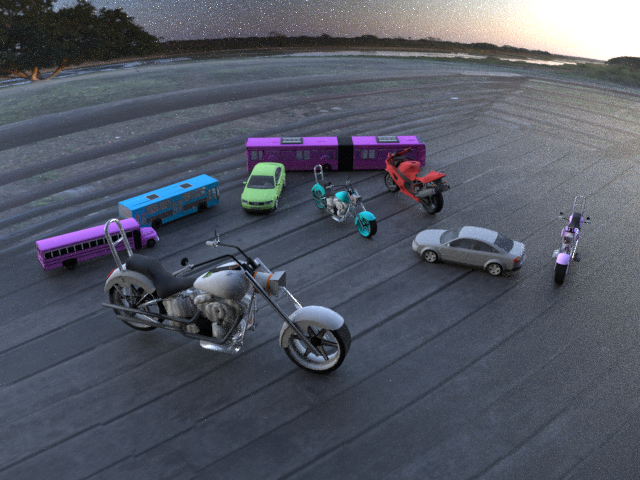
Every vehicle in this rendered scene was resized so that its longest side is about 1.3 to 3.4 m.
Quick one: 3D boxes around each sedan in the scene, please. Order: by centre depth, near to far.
[{"bbox_3d":[2.138,0.080,10.097,1.613,0.483,0.635,11,30,20],"label":"sedan"},{"bbox_3d":[-0.967,-0.974,12.093,0.635,0.483,1.613,3,28,5],"label":"sedan"}]

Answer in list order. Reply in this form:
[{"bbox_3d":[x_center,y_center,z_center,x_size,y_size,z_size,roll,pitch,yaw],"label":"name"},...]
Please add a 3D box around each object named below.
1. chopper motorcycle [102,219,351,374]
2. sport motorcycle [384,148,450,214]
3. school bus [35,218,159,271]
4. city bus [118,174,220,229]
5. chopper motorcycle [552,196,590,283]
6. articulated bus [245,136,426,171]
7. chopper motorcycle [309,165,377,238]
[{"bbox_3d":[-1.127,0.631,7.985,3.040,1.480,0.906,9,29,17],"label":"chopper motorcycle"},{"bbox_3d":[1.574,-1.008,11.797,0.506,0.821,1.520,-17,32,-29],"label":"sport motorcycle"},{"bbox_3d":[-3.218,0.038,10.229,1.708,0.434,0.365,-17,32,-29],"label":"school bus"},{"bbox_3d":[-2.418,-0.585,11.381,1.674,0.460,0.476,-25,36,-38],"label":"city bus"},{"bbox_3d":[3.571,-0.025,9.998,0.466,0.761,1.563,12,30,22],"label":"chopper motorcycle"},{"bbox_3d":[0.278,-1.644,13.280,3.401,0.561,0.605,-1,28,-2],"label":"articulated bus"},{"bbox_3d":[0.368,-0.622,11.130,0.466,0.761,1.563,-19,33,-31],"label":"chopper motorcycle"}]
